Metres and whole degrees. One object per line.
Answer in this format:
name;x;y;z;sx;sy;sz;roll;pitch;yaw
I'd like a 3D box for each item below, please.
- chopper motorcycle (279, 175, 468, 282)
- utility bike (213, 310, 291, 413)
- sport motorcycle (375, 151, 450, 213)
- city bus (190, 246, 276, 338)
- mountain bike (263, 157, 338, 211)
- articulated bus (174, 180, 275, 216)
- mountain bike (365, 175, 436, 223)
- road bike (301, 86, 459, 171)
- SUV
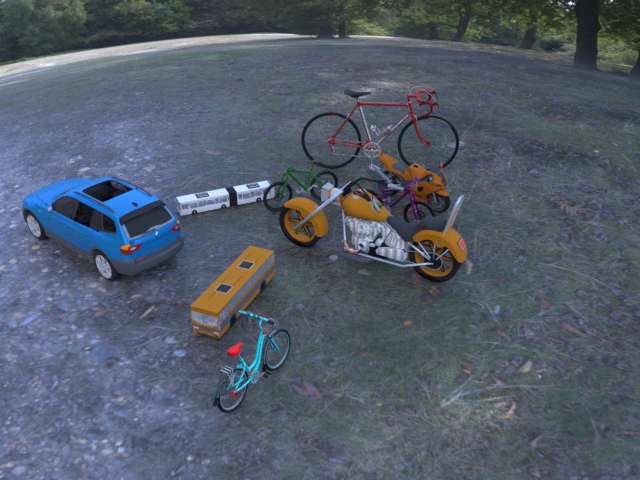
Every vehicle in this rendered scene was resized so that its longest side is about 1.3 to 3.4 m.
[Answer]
chopper motorcycle;0.732;-0.300;10.424;3.040;1.480;0.906;16;34;25
utility bike;-0.821;1.346;8.173;0.535;0.946;1.435;19;35;28
sport motorcycle;1.630;-1.023;12.287;1.520;0.821;0.506;23;38;33
city bus;-1.170;0.701;9.736;0.476;0.460;1.674;12;33;20
mountain bike;-0.327;-0.997;12.197;1.469;0.868;0.573;-16;34;-24
articulated bus;-1.660;-0.747;12.344;1.749;0.289;0.311;-12;33;-20
mountain bike;1.224;-0.628;11.576;1.469;0.868;0.573;15;34;23
road bike;1.136;-2.075;13.242;3.004;1.656;0.696;3;31;4
SUV;-3.462;-0.407;10.949;3.058;1.128;1.276;23;38;33
